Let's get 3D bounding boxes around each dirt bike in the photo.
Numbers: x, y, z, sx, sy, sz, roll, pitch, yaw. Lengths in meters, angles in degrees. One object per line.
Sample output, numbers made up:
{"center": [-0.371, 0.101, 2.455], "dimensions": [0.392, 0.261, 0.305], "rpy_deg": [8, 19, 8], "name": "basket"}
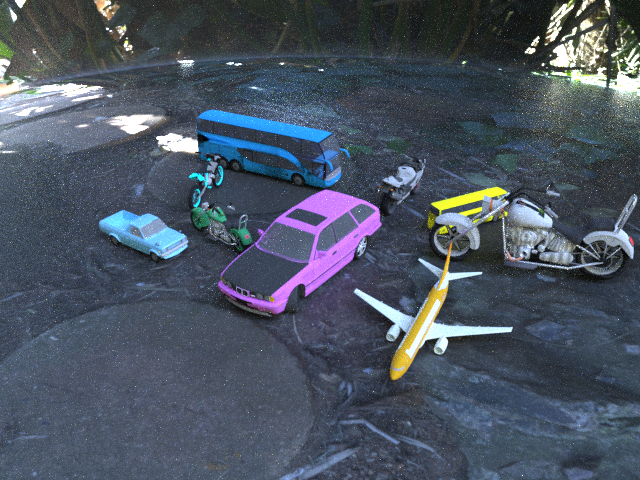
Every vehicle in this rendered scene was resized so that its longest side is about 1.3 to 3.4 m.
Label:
{"center": [-2.144, -1.186, 13.168], "dimensions": [0.527, 0.857, 1.493], "rpy_deg": [8, 30, 15], "name": "dirt bike"}

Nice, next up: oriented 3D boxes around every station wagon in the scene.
{"center": [-0.249, 0.065, 10.874], "dimensions": [1.327, 0.920, 3.105], "rpy_deg": [18, 34, 29], "name": "station wagon"}

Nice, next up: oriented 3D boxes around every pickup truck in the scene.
{"center": [-2.955, -0.140, 11.658], "dimensions": [1.603, 0.511, 0.640], "rpy_deg": [19, 34, 30], "name": "pickup truck"}

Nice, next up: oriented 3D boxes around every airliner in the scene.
{"center": [1.413, 0.929, 9.422], "dimensions": [2.257, 0.835, 2.541], "rpy_deg": [13, 32, 21], "name": "airliner"}

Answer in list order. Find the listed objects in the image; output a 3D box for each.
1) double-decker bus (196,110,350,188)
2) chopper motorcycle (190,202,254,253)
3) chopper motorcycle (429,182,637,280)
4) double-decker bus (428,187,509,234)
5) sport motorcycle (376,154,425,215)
{"center": [-1.022, -1.841, 14.137], "dimensions": [3.251, 1.052, 0.756], "rpy_deg": [15, 33, 25], "name": "double-decker bus"}
{"center": [-1.685, -0.312, 11.709], "dimensions": [0.466, 0.761, 1.563], "rpy_deg": [-25, 38, -37], "name": "chopper motorcycle"}
{"center": [3.232, -0.191, 10.758], "dimensions": [3.040, 1.480, 0.906], "rpy_deg": [9, 30, 15], "name": "chopper motorcycle"}
{"center": [2.665, -0.527, 12.317], "dimensions": [1.672, 0.541, 0.389], "rpy_deg": [-15, 32, -24], "name": "double-decker bus"}
{"center": [1.522, -1.035, 12.936], "dimensions": [0.506, 0.821, 1.520], "rpy_deg": [18, 34, 29], "name": "sport motorcycle"}
